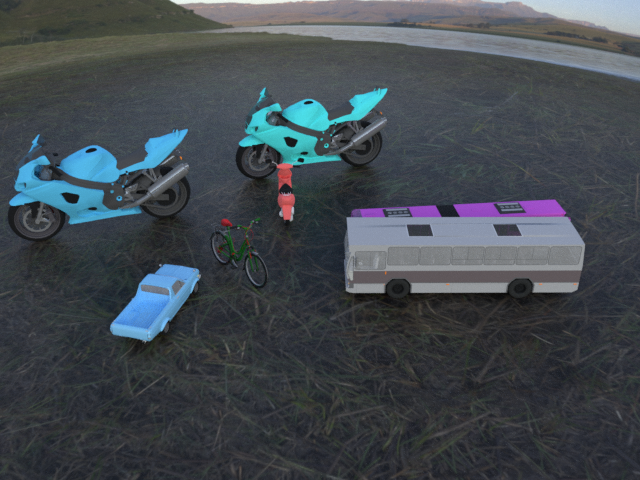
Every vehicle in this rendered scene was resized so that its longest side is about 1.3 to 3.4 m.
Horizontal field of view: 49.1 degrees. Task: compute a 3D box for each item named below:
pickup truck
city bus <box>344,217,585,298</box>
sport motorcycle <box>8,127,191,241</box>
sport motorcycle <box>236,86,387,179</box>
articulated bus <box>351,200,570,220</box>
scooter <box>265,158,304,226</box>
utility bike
[{"bbox_3d":[-2.188,0.786,9.455,0.640,0.511,1.603,8,31,13],"label":"pickup truck"},{"bbox_3d":[1.985,0.245,9.994,3.255,0.894,0.926,0,31,0],"label":"city bus"},{"bbox_3d":[-3.511,-0.903,11.243,2.955,1.596,0.983,-12,33,-20],"label":"sport motorcycle"},{"bbox_3d":[-0.148,-2.015,13.125,2.955,1.596,0.983,-9,32,-15],"label":"sport motorcycle"},{"bbox_3d":[2.199,-0.238,11.137,3.401,0.561,0.605,-3,31,-5],"label":"articulated bus"},{"bbox_3d":[-0.584,-0.896,11.898,0.662,0.919,1.399,-2,31,-4],"label":"scooter"},{"bbox_3d":[-1.178,0.076,10.228,0.535,0.946,1.435,-25,39,-35],"label":"utility bike"}]
